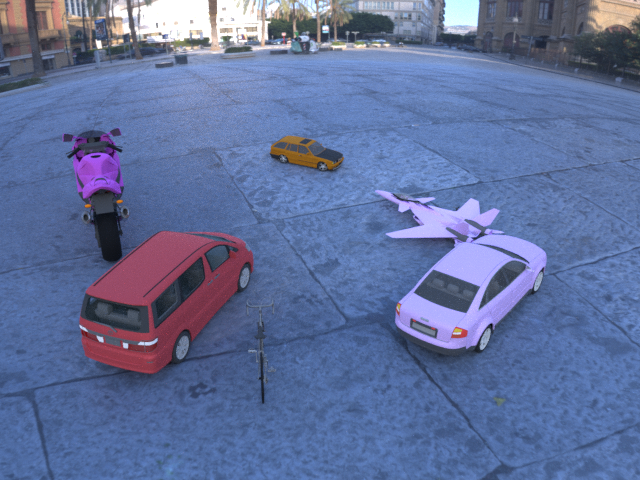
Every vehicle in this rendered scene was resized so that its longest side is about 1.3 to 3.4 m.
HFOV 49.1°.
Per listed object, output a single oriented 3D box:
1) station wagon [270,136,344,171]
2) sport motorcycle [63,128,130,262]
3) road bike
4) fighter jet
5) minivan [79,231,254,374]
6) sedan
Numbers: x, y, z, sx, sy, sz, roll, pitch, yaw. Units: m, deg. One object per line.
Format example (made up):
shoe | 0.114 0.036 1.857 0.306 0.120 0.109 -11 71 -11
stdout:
station wagon | -0.272 -1.874 14.892 1.597 0.473 0.682 14 32 24
sport motorcycle | -3.705 -0.846 11.862 0.983 1.596 2.955 -10 30 -17
road bike | -0.730 1.313 8.717 0.358 0.852 1.545 -2 29 -4
fighter jet | 1.897 -0.605 12.503 2.229 0.557 2.640 -22 35 -34
minivan | -1.993 0.572 9.704 1.324 1.197 3.011 10 30 18
sedan | 2.254 0.564 9.984 1.235 0.940 3.137 21 35 33
